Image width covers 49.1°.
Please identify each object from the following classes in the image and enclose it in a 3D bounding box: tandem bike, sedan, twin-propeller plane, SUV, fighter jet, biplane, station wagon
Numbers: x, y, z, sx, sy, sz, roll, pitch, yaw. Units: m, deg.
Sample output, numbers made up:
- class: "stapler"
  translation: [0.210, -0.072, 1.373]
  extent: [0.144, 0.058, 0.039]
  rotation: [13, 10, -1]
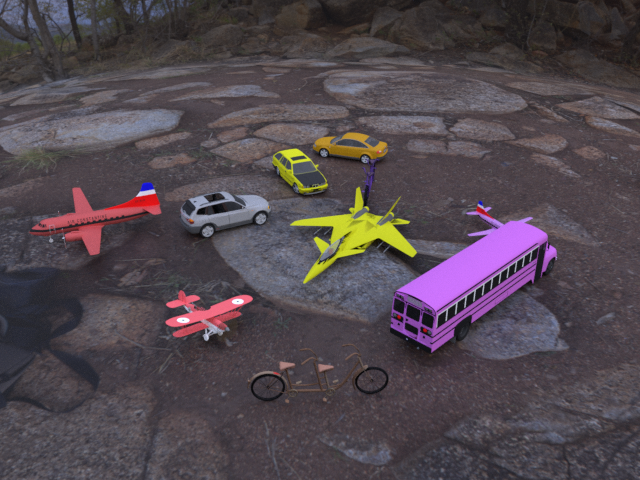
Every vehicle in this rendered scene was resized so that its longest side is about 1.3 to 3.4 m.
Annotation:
- class: "tandem bike"
  translation: [0.939, -1.187, 13.100]
  extent: [0.283, 0.682, 1.642]
  rotation: [5, 29, 9]
- class: "sedan"
  translation: [0.631, -2.003, 14.823]
  extent: [1.613, 0.483, 0.635]
  rotation: [11, 30, 19]
- class: "twin-propeller plane"
  translation: [-3.722, -0.447, 11.613]
  extent: [2.129, 0.792, 2.663]
  rotation: [-11, 30, -20]
- class: "SUV"
  translation: [-1.609, -0.518, 11.968]
  extent: [1.572, 0.580, 0.656]
  rotation: [-15, 32, -25]
- class: "twin-propeller plane"
  translation: [2.971, -0.296, 11.739]
  extent: [1.370, 0.407, 1.095]
  rotation: [-14, 31, -25]
- class: "fighter jet"
  translation: [0.407, -0.065, 11.151]
  extent: [2.229, 0.557, 2.640]
  rotation: [15, 32, 25]
- class: "biplane"
  translation: [-1.532, 0.982, 9.264]
  extent: [1.090, 0.504, 1.336]
  rotation: [25, 37, 38]
- class: "station wagon"
  translation: [-0.402, -1.370, 13.661]
  extent: [0.682, 0.473, 1.597]
  rotation: [-12, 31, -21]
- class: "tandem bike"
  translation: [-0.016, 1.543, 8.039]
  extent: [1.642, 0.682, 0.283]
  rotation: [-3, 28, -5]

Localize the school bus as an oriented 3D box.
- class: "school bus"
  translation: [2.291, 0.515, 9.773]
  extent: [0.709, 0.844, 3.322]
  rotation: [25, 37, 38]
